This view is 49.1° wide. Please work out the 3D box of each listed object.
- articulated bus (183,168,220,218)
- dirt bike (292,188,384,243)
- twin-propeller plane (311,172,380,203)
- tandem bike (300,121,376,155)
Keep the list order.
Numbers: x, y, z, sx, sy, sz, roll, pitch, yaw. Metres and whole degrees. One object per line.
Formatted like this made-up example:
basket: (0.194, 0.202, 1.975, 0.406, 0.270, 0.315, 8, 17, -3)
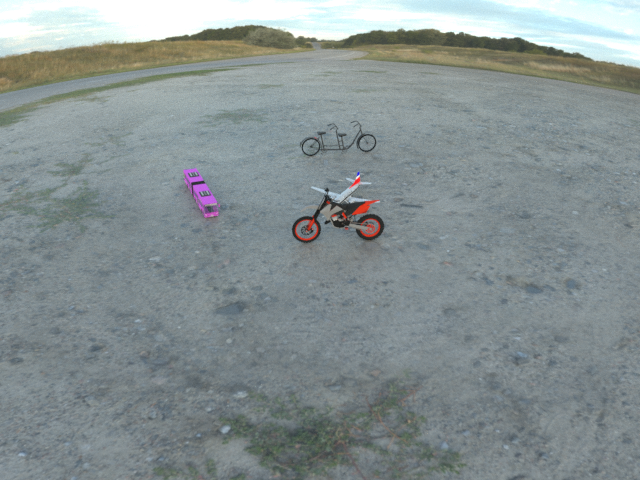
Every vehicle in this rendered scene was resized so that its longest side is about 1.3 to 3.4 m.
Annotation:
articulated bus: (-2.182, -0.883, 12.749, 0.311, 0.289, 1.749, -11, 30, -19)
dirt bike: (0.295, -0.353, 11.160, 1.493, 0.857, 0.527, -3, 28, -5)
twin-propeller plane: (0.492, -0.886, 12.630, 1.370, 0.407, 1.095, 14, 31, 25)
tandem bike: (0.386, -2.118, 14.639, 1.642, 0.682, 0.283, -5, 29, -9)
